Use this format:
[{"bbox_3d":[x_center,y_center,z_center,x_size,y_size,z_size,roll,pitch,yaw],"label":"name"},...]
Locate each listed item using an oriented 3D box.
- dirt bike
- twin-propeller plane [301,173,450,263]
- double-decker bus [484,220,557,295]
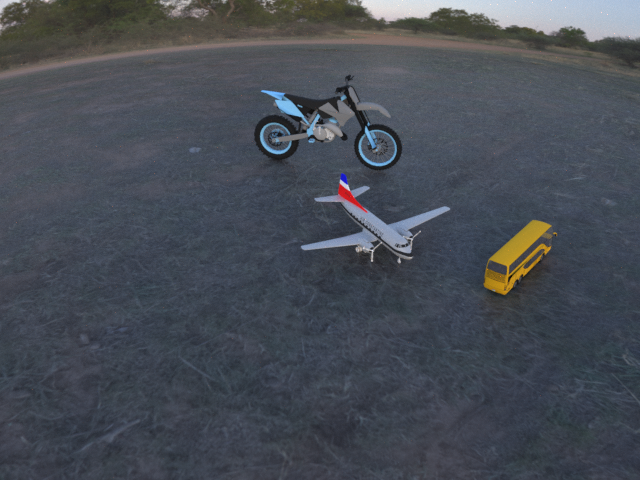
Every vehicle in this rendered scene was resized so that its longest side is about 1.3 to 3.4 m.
[{"bbox_3d":[0.127,-2.182,13.139,2.903,1.666,1.024,8,31,13],"label":"dirt bike"},{"bbox_3d":[0.812,-0.332,10.826,2.663,0.792,2.129,-15,34,-25],"label":"twin-propeller plane"},{"bbox_3d":[2.915,0.211,10.140,0.389,0.541,1.672,22,37,33],"label":"double-decker bus"}]
